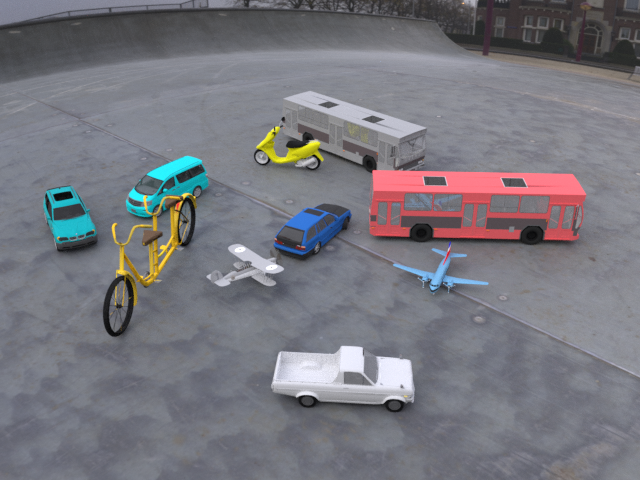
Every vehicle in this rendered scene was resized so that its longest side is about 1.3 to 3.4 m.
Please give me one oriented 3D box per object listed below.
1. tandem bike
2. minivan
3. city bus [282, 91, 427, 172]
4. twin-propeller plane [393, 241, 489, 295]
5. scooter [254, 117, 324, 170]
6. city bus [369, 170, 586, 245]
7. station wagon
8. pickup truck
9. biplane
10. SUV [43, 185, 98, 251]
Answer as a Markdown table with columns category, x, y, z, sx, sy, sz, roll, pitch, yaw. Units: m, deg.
| category | x | y | z | sx | sy | sz | roll | pitch | yaw |
| --- | --- | --- | --- | --- | --- | --- | --- | --- | --- |
| tandem bike | -2.296 | 0.022 | 9.717 | 0.550 | 1.326 | 3.192 | 5 | 30 | 10 |
| minivan | -2.659 | -0.933 | 12.163 | 0.681 | 0.616 | 1.548 | 20 | 35 | 31 |
| city bus | 0.609 | -2.135 | 14.036 | 0.926 | 0.894 | 3.255 | -25 | 38 | -37 |
| twin-propeller plane | 1.731 | 0.410 | 9.965 | 1.370 | 0.407 | 1.095 | 11 | 31 | 19 |
| scooter | -0.616 | -1.818 | 13.442 | 1.399 | 0.919 | 0.662 | 7 | 30 | 12 |
| city bus | 2.423 | -0.518 | 11.131 | 3.255 | 0.894 | 0.926 | 1 | 29 | 2 |
| station wagon | -0.079 | -0.247 | 11.078 | 0.682 | 0.473 | 1.597 | 16 | 33 | 26 |
| pickup truck | 0.269 | 1.512 | 7.880 | 1.603 | 0.511 | 0.640 | 2 | 29 | 4 |
| biplane | -1.051 | 0.426 | 9.837 | 1.090 | 0.504 | 1.336 | -19 | 34 | -30 |
| SUV | -4.035 | -0.383 | 11.212 | 0.656 | 0.580 | 1.572 | -14 | 32 | -24 |
